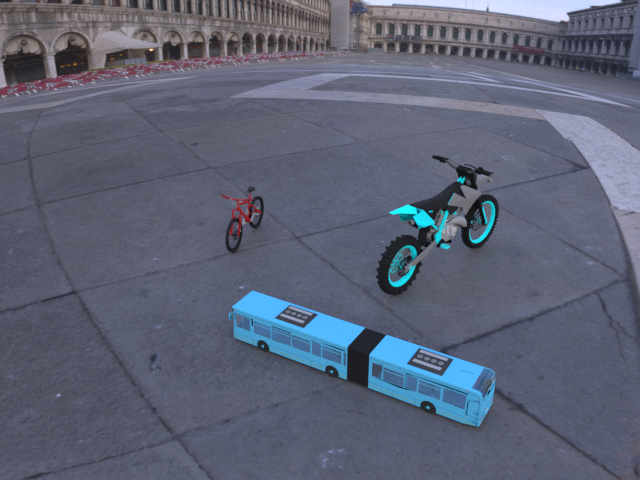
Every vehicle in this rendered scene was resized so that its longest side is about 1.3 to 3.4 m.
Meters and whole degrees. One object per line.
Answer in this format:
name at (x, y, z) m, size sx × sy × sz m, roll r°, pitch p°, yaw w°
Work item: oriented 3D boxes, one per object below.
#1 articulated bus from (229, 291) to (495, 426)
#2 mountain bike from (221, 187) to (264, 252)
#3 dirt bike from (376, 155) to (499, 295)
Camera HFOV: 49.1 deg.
articulated bus at (0.402, 1.371, 8.526) m, size 3.401 × 0.561 × 0.605 m, roll 15°, pitch 31°, yaw 27°
mountain bike at (-1.244, -0.418, 11.607) m, size 0.573 × 0.868 × 1.469 m, roll 9°, pitch 29°, yaw 16°
dirt bike at (1.864, -0.303, 10.528) m, size 2.903 × 1.666 × 1.024 m, roll -24°, pitch 36°, yaw -38°
